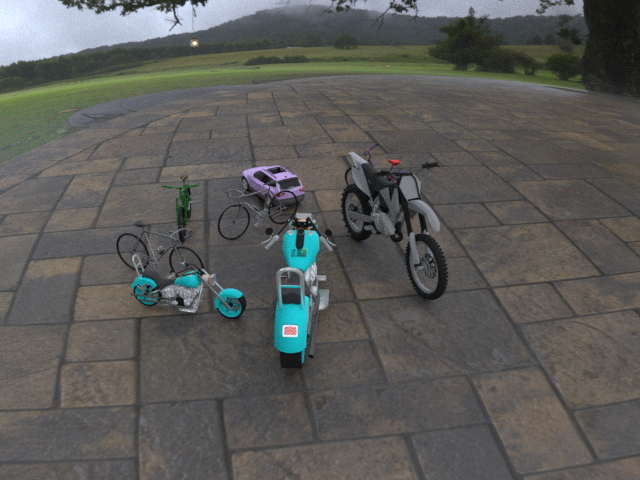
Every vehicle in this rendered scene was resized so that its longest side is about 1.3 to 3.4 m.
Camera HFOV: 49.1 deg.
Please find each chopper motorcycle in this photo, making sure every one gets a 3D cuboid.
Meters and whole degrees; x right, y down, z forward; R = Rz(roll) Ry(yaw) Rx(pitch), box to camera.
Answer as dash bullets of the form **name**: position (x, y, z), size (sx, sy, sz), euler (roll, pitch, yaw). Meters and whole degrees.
- **chopper motorcycle**: position (-1.733, 0.607, 9.133), size (1.563, 0.761, 0.466), euler (6, 27, 11)
- **chopper motorcycle**: position (-0.245, 0.340, 8.864), size (0.906, 1.480, 3.040), euler (1, 27, 3)

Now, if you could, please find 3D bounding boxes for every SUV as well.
- **SUV**: position (-0.864, -1.059, 12.650), size (0.656, 0.580, 1.572), euler (-15, 30, -28)

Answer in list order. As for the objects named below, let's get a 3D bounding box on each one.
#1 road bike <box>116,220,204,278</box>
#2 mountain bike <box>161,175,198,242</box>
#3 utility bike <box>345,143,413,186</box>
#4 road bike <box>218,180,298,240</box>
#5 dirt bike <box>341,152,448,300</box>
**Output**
- **road bike**: position (-2.296, 0.152, 9.938), size (1.545, 0.852, 0.358), euler (12, 29, 23)
- **mountain bike**: position (-2.216, -0.592, 11.400), size (0.573, 0.868, 1.469), euler (-2, 27, -4)
- **utility bike**: position (1.062, -1.171, 12.466), size (1.435, 0.946, 0.535), euler (14, 30, 25)
- **road bike**: position (-0.986, -0.524, 11.284), size (1.545, 0.852, 0.358), euler (-19, 32, -33)
- **dirt bike**: position (1.021, -0.374, 10.077), size (1.024, 1.666, 2.903), euler (-12, 29, -22)
